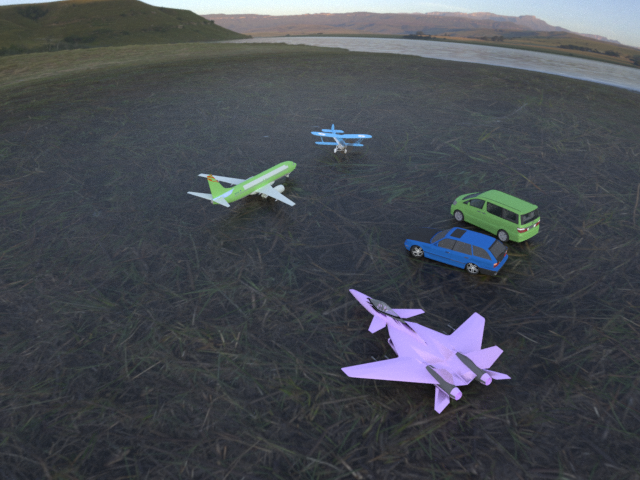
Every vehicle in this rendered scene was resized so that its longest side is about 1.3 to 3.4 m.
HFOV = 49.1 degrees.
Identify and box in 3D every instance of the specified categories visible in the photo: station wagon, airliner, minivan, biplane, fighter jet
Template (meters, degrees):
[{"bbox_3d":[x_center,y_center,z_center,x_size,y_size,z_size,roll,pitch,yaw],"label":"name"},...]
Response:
[{"bbox_3d":[2.125,0.085,11.024,1.597,0.473,0.682,17,34,28],"label":"station wagon"},{"bbox_3d":[-1.215,-1.211,12.950,2.257,0.835,2.541,19,35,30],"label":"airliner"},{"bbox_3d":[2.952,-0.491,11.900,0.681,0.616,1.548,-23,36,-34],"label":"minivan"},{"bbox_3d":[0.418,-2.175,14.994,1.336,0.504,1.090,-8,30,-14],"label":"biplane"},{"bbox_3d":[1.137,1.117,9.110,2.229,0.557,2.640,-17,34,-28],"label":"fighter jet"}]
